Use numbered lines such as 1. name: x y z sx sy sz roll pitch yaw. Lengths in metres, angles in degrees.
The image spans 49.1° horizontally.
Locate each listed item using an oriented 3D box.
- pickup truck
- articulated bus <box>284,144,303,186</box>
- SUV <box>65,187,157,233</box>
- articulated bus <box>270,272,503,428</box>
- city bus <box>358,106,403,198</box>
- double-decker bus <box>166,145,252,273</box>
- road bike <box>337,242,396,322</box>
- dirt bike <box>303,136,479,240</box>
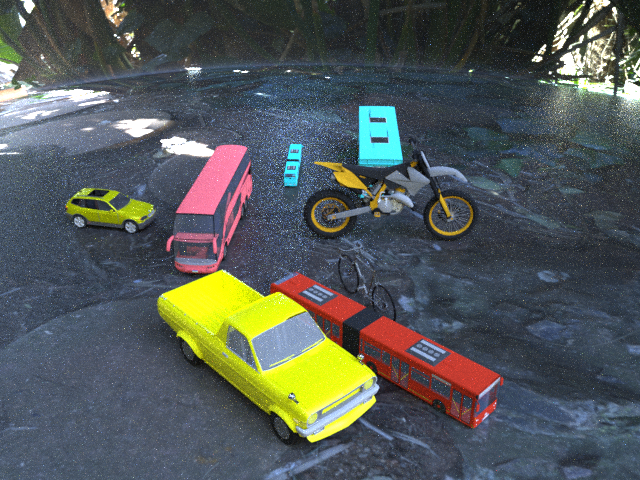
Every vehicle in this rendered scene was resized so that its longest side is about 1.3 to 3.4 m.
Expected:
1. pickup truck: -0.735 1.208 8.504 1.244 0.993 3.117 -23 35 -36
2. articulated bus: -0.550 -1.562 14.476 0.311 0.289 1.749 1 28 2
3. SUV: -3.670 -0.553 12.263 1.572 0.580 0.656 6 29 11
4. articulated bus: 0.684 1.279 8.831 3.401 0.561 0.605 24 36 38
5. city bus: 1.185 -1.827 14.330 0.926 0.894 3.255 1 28 2
6. double-decker bus: -1.756 -0.572 11.796 0.756 1.052 3.251 2 28 5
7. road bike: 0.640 0.587 9.825 0.358 0.852 1.545 -14 31 -25
8. dirt bike: 1.175 -0.759 11.493 2.903 1.666 1.024 1 28 2
